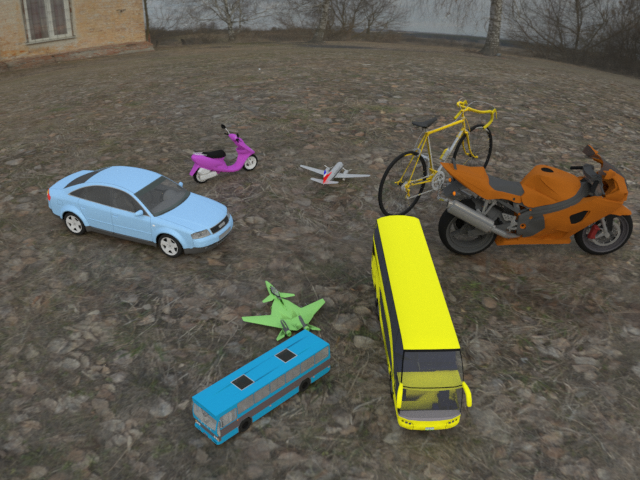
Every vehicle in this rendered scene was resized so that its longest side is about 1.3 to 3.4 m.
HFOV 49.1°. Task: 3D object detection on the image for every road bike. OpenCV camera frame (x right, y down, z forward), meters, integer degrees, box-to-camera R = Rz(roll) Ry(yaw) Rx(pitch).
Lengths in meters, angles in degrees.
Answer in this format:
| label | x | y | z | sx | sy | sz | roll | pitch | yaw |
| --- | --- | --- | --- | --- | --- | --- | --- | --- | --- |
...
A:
| label | x | y | z | sx | sy | sz | roll | pitch | yaw |
| --- | --- | --- | --- | --- | --- | --- | --- | --- | --- |
| road bike | 2.047 | -1.419 | 11.892 | 3.004 | 1.656 | 0.697 | -24 | 37 | -36 |

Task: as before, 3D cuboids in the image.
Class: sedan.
| label | x | y | z | sx | sy | sz | roll | pitch | yaw |
| --- | --- | --- | --- | --- | --- | --- | --- | --- | --- |
| sedan | -2.874 | -0.572 | 11.123 | 3.137 | 0.940 | 1.235 | 12 | 32 | 20 |

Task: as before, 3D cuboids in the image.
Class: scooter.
| label | x | y | z | sx | sy | sz | roll | pitch | yaw |
| --- | --- | --- | --- | --- | --- | --- | --- | --- | --- |
| scooter | -1.775 | -1.583 | 12.929 | 1.399 | 0.919 | 0.662 | -19 | 34 | -30 |

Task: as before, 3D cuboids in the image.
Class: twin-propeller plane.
| label | x | y | z | sx | sy | sz | roll | pitch | yaw |
| --- | --- | --- | --- | --- | --- | --- | --- | --- | --- |
| twin-propeller plane | 0.240 | -1.270 | 12.896 | 1.370 | 0.407 | 1.095 | 10 | 31 | 17 |

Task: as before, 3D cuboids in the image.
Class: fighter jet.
| label | x | y | z | sx | sy | sz | roll | pitch | yaw |
| --- | --- | --- | --- | --- | --- | --- | --- | --- | --- |
| fighter jet | -0.515 | 0.813 | 9.339 | 1.147 | 0.286 | 1.358 | -11 | 31 | -19 |

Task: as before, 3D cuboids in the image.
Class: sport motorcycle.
| label | x | y | z | sx | sy | sz | roll | pitch | yaw |
| --- | --- | --- | --- | --- | --- | --- | --- | --- | --- |
| sport motorcycle | 3.188 | -0.487 | 10.306 | 2.955 | 1.596 | 0.983 | 0 | 30 | 0 |

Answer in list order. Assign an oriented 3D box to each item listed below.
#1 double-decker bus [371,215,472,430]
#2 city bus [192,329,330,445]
| label | x | y | z | sx | sy | sz | roll | pitch | yaw |
| --- | --- | --- | --- | --- | --- | --- | --- | --- | --- |
| double-decker bus | 1.100 | 0.885 | 8.436 | 0.756 | 1.052 | 3.251 | -1 | 30 | -1 |
| city bus | -0.610 | 1.607 | 7.762 | 0.476 | 0.460 | 1.674 | 26 | 39 | 38 |
